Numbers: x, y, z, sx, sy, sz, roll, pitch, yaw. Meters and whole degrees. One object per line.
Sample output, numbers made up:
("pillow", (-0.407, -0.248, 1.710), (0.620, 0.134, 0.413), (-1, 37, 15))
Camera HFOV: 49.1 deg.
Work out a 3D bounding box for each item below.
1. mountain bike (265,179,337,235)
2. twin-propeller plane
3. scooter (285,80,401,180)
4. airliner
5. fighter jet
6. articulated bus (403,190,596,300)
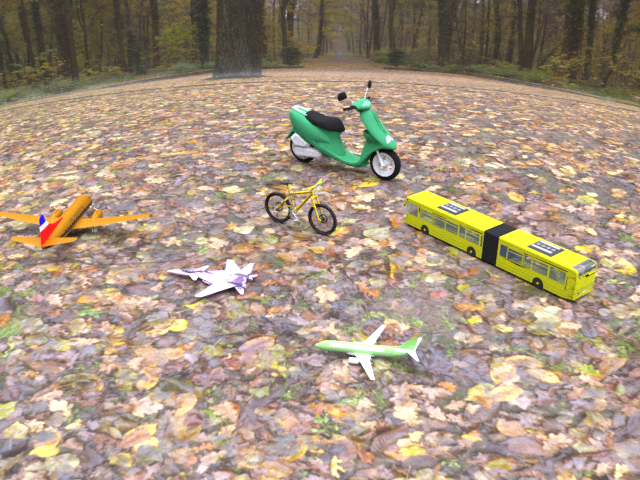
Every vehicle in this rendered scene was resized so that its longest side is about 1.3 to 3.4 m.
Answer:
("mountain bike", (-0.343, -0.590, 11.821), (1.469, 0.868, 0.573), (16, 31, 29))
("twin-propeller plane", (-4.176, -0.407, 11.538), (2.663, 0.792, 2.129), (1, 26, 2))
("scooter", (0.430, -2.258, 14.146), (2.721, 1.786, 1.288), (16, 30, 28))
("airliner", (0.578, 1.262, 8.584), (1.307, 0.429, 1.161), (5, 27, 10))
("fighter jet", (-1.656, 0.475, 10.329), (1.358, 0.286, 1.147), (8, 27, 15))
("articulated bus", (2.670, 0.001, 10.976), (0.605, 0.561, 3.401), (-19, 32, -33))
